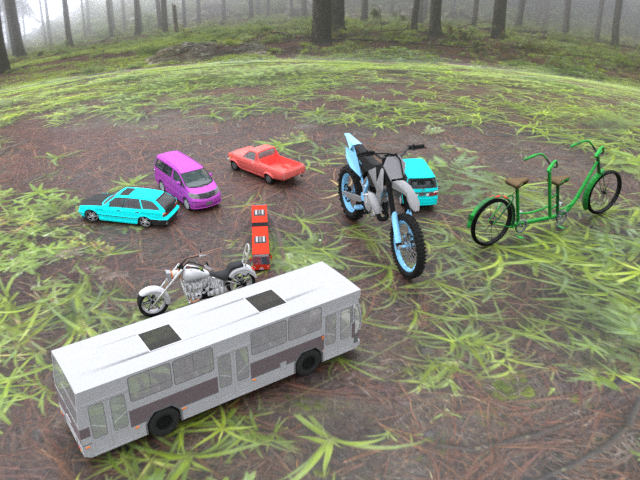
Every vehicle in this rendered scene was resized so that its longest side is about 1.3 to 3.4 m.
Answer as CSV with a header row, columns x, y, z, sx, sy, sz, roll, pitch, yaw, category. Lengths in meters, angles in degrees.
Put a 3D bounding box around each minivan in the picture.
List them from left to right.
x,y,z,sx,sy,sz,roll,pitch,yaw,category
-2.310,-1.043,12.144,0.681,0.616,1.548,-19,33,-32,minivan
1.605,-1.094,12.243,0.681,0.616,1.548,-3,28,-6,minivan

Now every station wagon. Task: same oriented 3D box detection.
x,y,z,sx,sy,sz,roll,pitch,yaw,category
-3.137,-0.582,11.414,1.597,0.473,0.682,6,28,11,station wagon

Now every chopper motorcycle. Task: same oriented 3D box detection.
x,y,z,sx,sy,sz,roll,pitch,yaw,category
-1.578,0.511,9.006,1.563,0.761,0.466,-11,29,-20,chopper motorcycle

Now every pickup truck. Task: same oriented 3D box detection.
x,y,z,sx,sy,sz,roll,pitch,yaw,category
-1.021,-1.471,13.080,1.603,0.511,0.640,24,36,37,pickup truck

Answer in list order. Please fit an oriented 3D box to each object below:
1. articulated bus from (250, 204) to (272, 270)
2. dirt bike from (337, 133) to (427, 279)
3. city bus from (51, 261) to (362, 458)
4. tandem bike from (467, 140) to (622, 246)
x,y,z,sx,sy,sz,roll,pitch,yaw,category
-0.910,-0.076,10.644,0.311,0.289,1.749,-2,28,-5,articulated bus
0.873,-0.675,10.303,1.024,1.666,2.903,-10,29,-18,dirt bike
-1.084,1.207,7.525,3.255,0.894,0.926,-17,32,-30,city bus
3.573,-0.757,10.828,3.192,1.326,0.550,-14,31,-25,tandem bike
